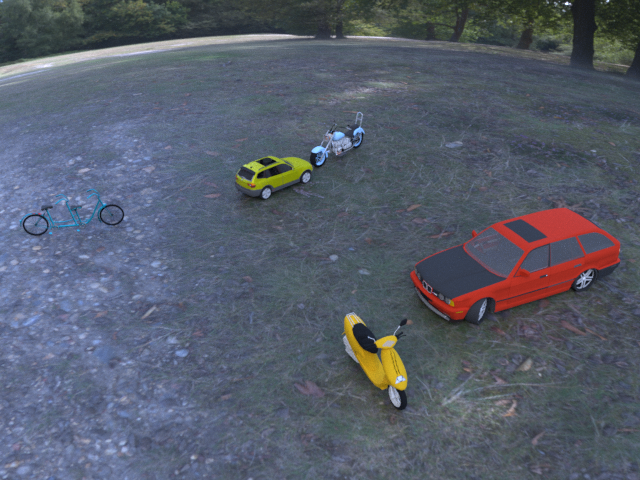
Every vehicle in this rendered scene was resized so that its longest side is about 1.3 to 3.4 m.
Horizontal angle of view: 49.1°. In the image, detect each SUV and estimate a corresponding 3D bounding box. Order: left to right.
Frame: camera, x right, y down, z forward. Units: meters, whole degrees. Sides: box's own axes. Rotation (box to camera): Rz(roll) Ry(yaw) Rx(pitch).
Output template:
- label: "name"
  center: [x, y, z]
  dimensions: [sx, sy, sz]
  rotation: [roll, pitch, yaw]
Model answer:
- label: "SUV"
  center: [-0.838, -1.252, 12.960]
  dimensions: [1.572, 0.580, 0.656]
  rotation: [-25, 39, -36]

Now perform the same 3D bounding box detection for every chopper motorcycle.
- label: "chopper motorcycle"
  center: [0.360, -2.022, 14.081]
  dimensions: [0.466, 0.761, 1.563]
  rotation: [24, 38, 35]

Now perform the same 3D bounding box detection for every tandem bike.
- label: "tandem bike"
  center: [-4.083, -0.450, 11.508]
  dimensions: [1.642, 0.682, 0.283]
  rotation: [-8, 32, -14]

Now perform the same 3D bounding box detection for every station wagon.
- label: "station wagon"
  center: [2.824, 0.264, 10.069]
  dimensions: [3.105, 0.920, 1.327]
  rotation: [-13, 33, -21]

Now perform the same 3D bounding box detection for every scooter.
- label: "scooter"
  center: [0.645, 1.305, 8.314]
  dimensions: [0.662, 0.919, 1.399]
  rotation: [-15, 34, -24]
